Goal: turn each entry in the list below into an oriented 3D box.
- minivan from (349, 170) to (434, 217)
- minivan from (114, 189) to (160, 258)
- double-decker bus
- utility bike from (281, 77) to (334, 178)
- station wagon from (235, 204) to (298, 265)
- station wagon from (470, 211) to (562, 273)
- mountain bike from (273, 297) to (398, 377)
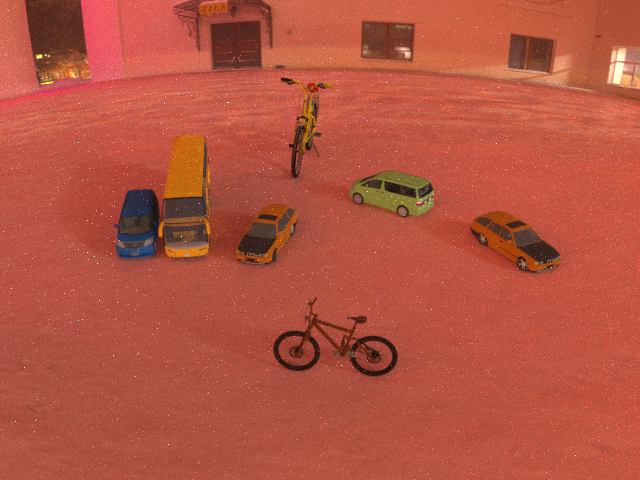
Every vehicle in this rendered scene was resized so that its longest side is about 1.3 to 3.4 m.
[{"bbox_3d":[1.260,-0.892,12.547,1.548,0.616,0.681,19,32,32],"label":"minivan"},{"bbox_3d":[-2.939,-0.273,11.331,0.681,0.616,1.548,-4,27,-7],"label":"minivan"},{"bbox_3d":[-2.231,-0.795,11.876,0.756,1.052,3.251,-3,27,-7],"label":"double-decker bus"},{"bbox_3d":[-0.203,-2.464,14.284,1.039,1.839,2.791,4,27,7],"label":"utility bike"},{"bbox_3d":[-0.844,-0.141,11.230,0.682,0.473,1.597,7,28,13],"label":"station wagon"},{"bbox_3d":[3.070,-0.022,10.996,0.682,0.473,1.597,-13,30,-24],"label":"station wagon"},{"bbox_3d":[0.176,1.198,8.168,1.469,0.868,0.573,3,27,6],"label":"mountain bike"}]
